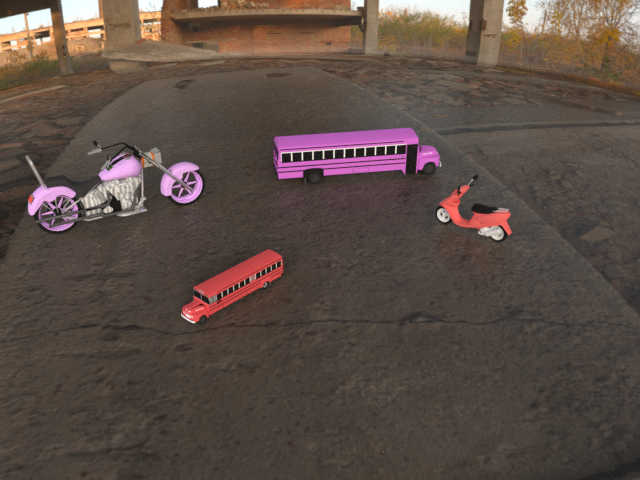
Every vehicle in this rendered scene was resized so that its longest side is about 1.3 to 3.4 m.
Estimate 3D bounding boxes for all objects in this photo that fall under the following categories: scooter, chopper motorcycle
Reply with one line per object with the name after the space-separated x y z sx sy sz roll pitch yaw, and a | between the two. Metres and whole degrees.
2.562 -0.528 11.663 1.399 0.919 0.662 22 36 33 | scooter
-3.439 -1.024 11.971 3.040 1.480 0.906 -17 34 -28 | chopper motorcycle

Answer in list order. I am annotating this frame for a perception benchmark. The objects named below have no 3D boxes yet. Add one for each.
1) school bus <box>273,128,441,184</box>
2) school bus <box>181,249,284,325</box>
0.760 -1.682 13.786 3.322 0.844 0.709 -5 30 -9 | school bus
-1.247 0.660 10.047 0.365 0.434 1.708 24 37 36 | school bus
